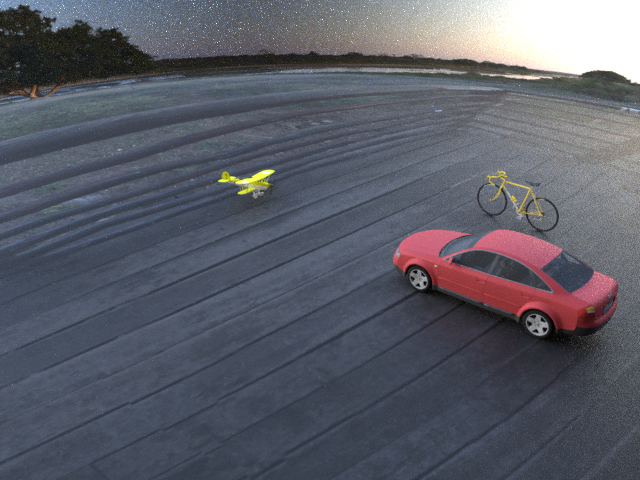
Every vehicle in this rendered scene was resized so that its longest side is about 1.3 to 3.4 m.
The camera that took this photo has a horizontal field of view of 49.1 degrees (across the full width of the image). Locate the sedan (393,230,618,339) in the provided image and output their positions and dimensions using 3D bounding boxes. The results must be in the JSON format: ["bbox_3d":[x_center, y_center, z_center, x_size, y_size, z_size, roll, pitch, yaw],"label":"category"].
[{"bbox_3d":[2.456,0.389,9.640,3.137,0.940,1.235,21,33,36],"label":"sedan"}]

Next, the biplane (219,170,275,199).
[{"bbox_3d":[-1.344,-1.070,13.097,1.090,0.504,1.336,10,28,19],"label":"biplane"}]

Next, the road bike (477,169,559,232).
[{"bbox_3d":[3.356,-0.681,11.912,1.545,0.852,0.358,23,34,38],"label":"road bike"}]
